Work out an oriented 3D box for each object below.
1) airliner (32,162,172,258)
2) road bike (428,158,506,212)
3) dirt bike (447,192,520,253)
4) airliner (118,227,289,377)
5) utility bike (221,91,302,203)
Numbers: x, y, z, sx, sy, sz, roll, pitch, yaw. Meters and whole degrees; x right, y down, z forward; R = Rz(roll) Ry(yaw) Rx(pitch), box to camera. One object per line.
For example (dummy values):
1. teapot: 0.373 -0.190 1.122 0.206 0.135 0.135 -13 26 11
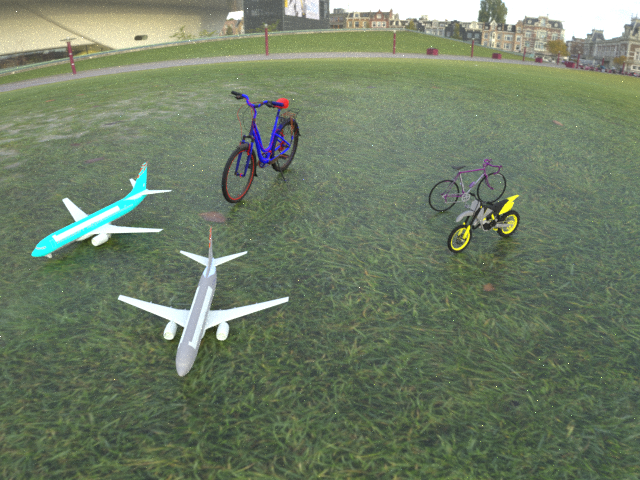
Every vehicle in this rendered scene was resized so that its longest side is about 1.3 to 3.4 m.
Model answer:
1. airliner: -3.611 -0.481 11.263 2.257 0.835 2.541 16 32 28
2. road bike: 2.580 -0.949 12.131 1.545 0.852 0.358 -10 29 -18
3. dirt bike: 2.590 -0.306 10.909 1.493 0.857 0.527 -16 32 -27
4. airliner: -1.552 0.740 8.954 2.257 0.835 2.541 1 28 1
5. utility bike: -0.933 -1.836 12.752 1.039 1.839 2.791 13 31 23
